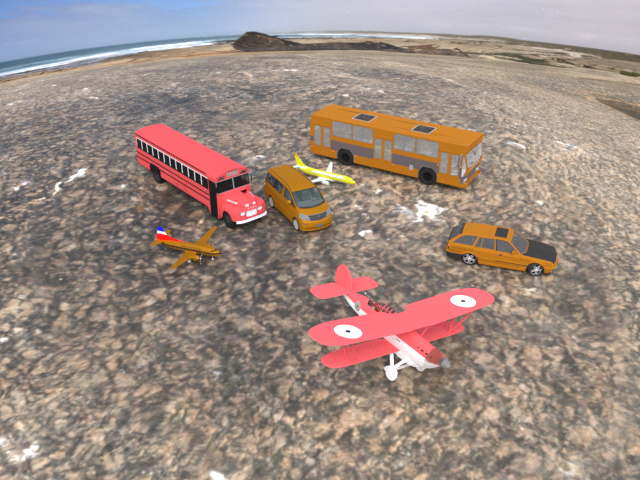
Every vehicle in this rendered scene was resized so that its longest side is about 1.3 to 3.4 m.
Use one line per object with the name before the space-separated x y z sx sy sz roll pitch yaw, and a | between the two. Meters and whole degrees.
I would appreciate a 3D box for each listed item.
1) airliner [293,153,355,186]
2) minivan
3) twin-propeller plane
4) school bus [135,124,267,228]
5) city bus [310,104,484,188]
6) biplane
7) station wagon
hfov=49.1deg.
airliner | 0.067 -1.291 12.848 1.307 0.429 1.161 15 33 25
minivan | -0.373 -0.704 11.605 0.681 0.616 1.548 -15 32 -25
twin-propeller plane | -1.966 0.057 10.453 1.095 0.407 1.370 10 31 17
school bus | -2.131 -1.172 12.209 0.709 0.844 3.322 -23 36 -35
city bus | 1.385 -1.782 13.251 3.255 0.894 0.926 17 33 27
biplane | 0.821 0.950 8.263 2.598 0.981 2.120 -18 34 -29
station wagon | 2.686 0.097 10.314 1.597 0.473 0.682 10 31 17
